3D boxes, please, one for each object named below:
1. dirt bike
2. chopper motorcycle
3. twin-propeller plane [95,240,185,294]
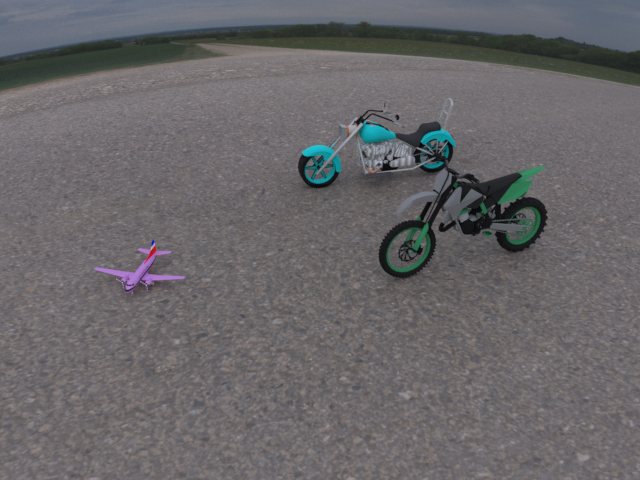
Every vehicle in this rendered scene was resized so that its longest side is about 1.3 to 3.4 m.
[{"bbox_3d":[2.179,-0.371,10.210,2.903,1.666,1.024,-12,31,-20],"label":"dirt bike"},{"bbox_3d":[1.089,-1.804,12.977,3.040,1.480,0.906,-7,30,-13],"label":"chopper motorcycle"},{"bbox_3d":[-2.575,0.401,10.118,1.370,0.407,1.095,5,30,9],"label":"twin-propeller plane"}]
